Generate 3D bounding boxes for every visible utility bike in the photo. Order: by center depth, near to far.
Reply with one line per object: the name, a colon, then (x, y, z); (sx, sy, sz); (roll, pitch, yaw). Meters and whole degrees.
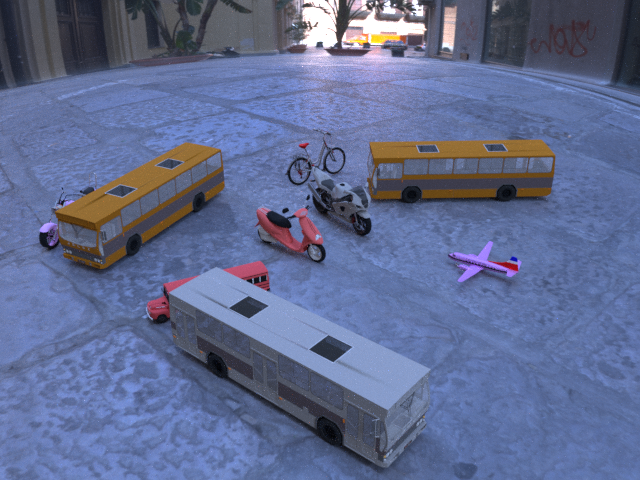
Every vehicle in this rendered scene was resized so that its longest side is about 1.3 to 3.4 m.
utility bike: (-0.104, -1.610, 13.325); (1.435, 0.946, 0.535); (-20, 35, -32)

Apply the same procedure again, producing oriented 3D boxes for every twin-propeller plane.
twin-propeller plane: (2.418, 0.307, 10.415); (1.095, 0.407, 1.370); (16, 33, 27)

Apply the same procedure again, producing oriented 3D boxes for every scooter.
scooter: (-0.479, -0.224, 10.847); (1.399, 0.919, 0.662); (20, 35, 31)

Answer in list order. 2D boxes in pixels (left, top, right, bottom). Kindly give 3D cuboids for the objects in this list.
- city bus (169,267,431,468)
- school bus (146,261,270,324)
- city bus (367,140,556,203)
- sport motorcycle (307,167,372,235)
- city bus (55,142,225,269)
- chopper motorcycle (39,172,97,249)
city bus: (-0.345, 1.362, 8.005); (3.255, 0.894, 0.926); (22, 36, 34)
school bus: (-1.545, 0.707, 9.665); (1.708, 0.434, 0.365); (-13, 32, -22)
city bus: (2.515, -1.252, 12.731); (3.255, 0.894, 0.926); (-1, 29, -2)
sport motorcycle: (0.349, -0.661, 11.738); (0.506, 0.821, 1.520); (-20, 35, -32)
city bus: (-2.835, -0.634, 11.613); (0.926, 0.894, 3.255); (14, 32, 24)
chopper motorcycle: (-4.093, -0.499, 11.507); (0.466, 0.761, 1.563); (9, 30, 16)
